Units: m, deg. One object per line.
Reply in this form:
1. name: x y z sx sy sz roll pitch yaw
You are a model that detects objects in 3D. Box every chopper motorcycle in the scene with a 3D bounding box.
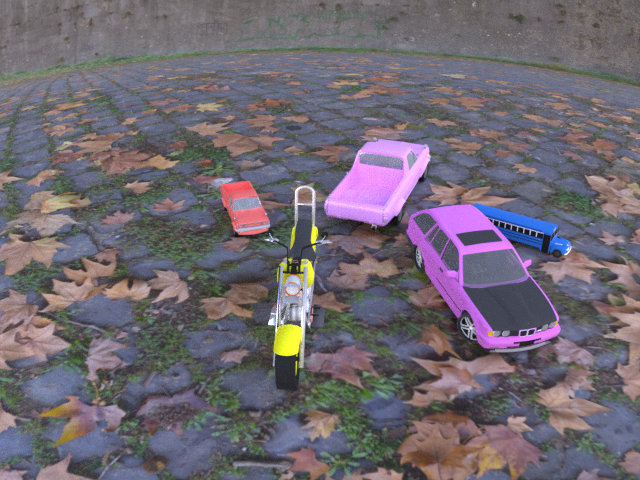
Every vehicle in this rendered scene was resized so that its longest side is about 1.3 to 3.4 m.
1. chopper motorcycle: -0.308 0.537 9.253 0.906 1.480 3.040 2 30 3

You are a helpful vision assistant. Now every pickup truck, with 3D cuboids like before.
1. pickup truck: -1.330 -0.620 12.217 0.640 0.511 1.603 -9 31 -15
2. pickup truck: 1.118 -1.166 12.678 1.244 0.993 3.117 11 32 18

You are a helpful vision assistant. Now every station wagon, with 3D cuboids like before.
1. station wagon: 2.266 0.384 10.074 1.327 0.920 3.105 -7 31 -12

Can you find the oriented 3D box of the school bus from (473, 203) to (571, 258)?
1. school bus: 3.273 -0.171 11.517 1.708 0.434 0.365 19 35 29
